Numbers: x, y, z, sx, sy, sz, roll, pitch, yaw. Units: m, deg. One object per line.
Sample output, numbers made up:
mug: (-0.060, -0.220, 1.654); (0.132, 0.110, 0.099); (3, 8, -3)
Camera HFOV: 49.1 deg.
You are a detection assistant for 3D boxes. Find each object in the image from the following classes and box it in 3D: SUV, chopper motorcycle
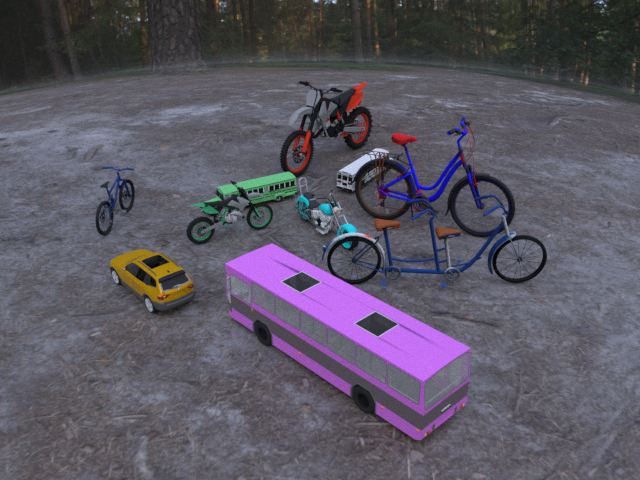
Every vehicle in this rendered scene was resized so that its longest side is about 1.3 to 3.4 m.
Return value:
SUV: (-2.365, 0.469, 9.790); (0.656, 0.580, 1.572); (-22, 35, -36)
chopper motorcycle: (0.104, -0.437, 11.306); (0.466, 0.761, 1.563); (-18, 33, -31)

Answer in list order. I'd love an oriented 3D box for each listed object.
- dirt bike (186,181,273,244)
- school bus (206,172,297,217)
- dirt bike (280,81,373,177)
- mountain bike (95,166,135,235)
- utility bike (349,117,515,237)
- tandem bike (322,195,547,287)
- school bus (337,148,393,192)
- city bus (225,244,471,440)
dirt bike: (-1.441, -0.443, 11.215); (1.493, 0.857, 0.527); (-14, 31, -25)
school bus: (-1.233, -0.820, 12.378); (1.708, 0.434, 0.365); (-15, 32, -26)
dirt bike: (0.195, -2.336, 13.924); (1.024, 1.666, 2.903); (20, 34, 33)
mountain bike: (-3.421, -0.701, 11.691); (0.573, 0.868, 1.469); (4, 28, 8)
utility bike: (1.822, -1.091, 11.389); (2.791, 1.839, 1.039); (11, 30, 20)
tandem bike: (1.622, 0.041, 9.801); (3.192, 1.326, 0.550); (0, 28, 0)
school bus: (0.908, -1.373, 13.422); (0.365, 0.434, 1.708); (17, 32, 29)
city bus: (0.188, 1.099, 8.265); (0.926, 0.894, 3.255); (-24, 36, -38)
